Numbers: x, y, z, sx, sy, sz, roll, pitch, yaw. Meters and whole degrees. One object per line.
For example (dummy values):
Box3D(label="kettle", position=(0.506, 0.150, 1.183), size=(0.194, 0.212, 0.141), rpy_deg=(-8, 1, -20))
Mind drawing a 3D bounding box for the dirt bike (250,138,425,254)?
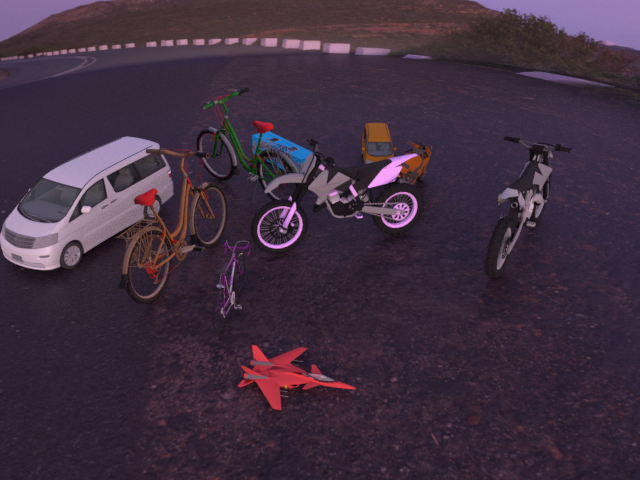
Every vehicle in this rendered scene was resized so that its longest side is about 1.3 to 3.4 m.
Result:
Box3D(label="dirt bike", position=(0.325, -0.671, 10.862), size=(2.903, 1.666, 1.024), rpy_deg=(-9, 31, -16))

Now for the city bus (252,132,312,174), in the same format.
Box3D(label="city bus", position=(-0.715, -1.685, 13.920), size=(0.476, 0.460, 1.674), rpy_deg=(-21, 35, -33))

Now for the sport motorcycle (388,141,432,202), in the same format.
Box3D(label="sport motorcycle", position=(1.626, -1.262, 12.791), size=(0.506, 0.821, 1.520), rpy_deg=(17, 34, 28))

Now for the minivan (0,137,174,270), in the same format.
Box3D(label="minivan", position=(-3.728, -0.649, 11.305), size=(1.324, 1.197, 3.011), rpy_deg=(15, 33, 25))

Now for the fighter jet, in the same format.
Box3D(label="fighter jet", position=(-0.237, 1.574, 8.252), size=(1.358, 0.286, 1.147), rpy_deg=(7, 30, 12))

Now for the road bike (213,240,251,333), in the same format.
Box3D(label="road bike", position=(-1.221, 0.578, 9.458), size=(0.358, 0.852, 1.545), rpy_deg=(5, 29, 8))

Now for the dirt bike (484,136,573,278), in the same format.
Box3D(label="dirt bike", position=(3.142, -0.637, 10.802), size=(1.024, 1.666, 2.903), rpy_deg=(16, 33, 27))

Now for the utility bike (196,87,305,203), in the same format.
Box3D(label="utility bike", position=(-1.370, -1.620, 12.388), size=(2.791, 1.839, 1.039), rpy_deg=(23, 37, 35))

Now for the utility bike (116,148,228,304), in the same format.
Box3D(label="utility bike", position=(-2.167, -0.348, 10.105), size=(1.039, 1.839, 2.791), rpy_deg=(11, 31, 20))

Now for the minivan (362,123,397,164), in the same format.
Box3D(label="minivan", position=(1.162, -1.819, 14.001), size=(0.681, 0.616, 1.548), rpy_deg=(0, 29, 0))
